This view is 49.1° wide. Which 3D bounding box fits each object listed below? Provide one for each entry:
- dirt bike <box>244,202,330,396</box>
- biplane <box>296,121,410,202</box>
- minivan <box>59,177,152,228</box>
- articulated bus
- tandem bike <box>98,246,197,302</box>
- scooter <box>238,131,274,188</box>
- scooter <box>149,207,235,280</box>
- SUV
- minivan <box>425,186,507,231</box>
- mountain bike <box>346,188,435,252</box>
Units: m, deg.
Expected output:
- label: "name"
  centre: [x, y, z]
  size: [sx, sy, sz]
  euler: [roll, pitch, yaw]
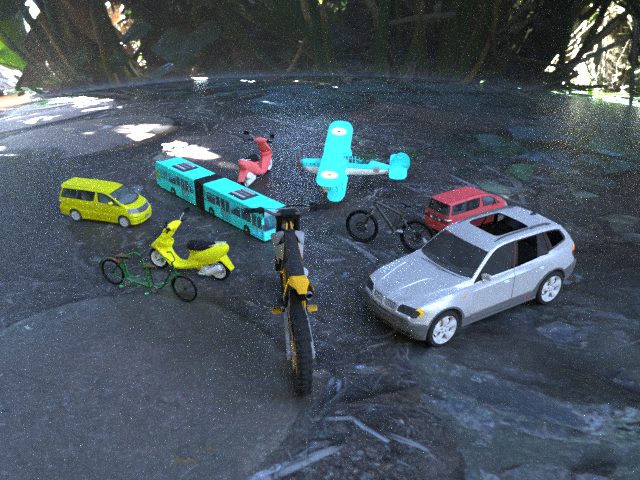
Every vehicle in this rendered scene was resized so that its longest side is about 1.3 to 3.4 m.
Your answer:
- label: "dirt bike"
  centre: [-0.350, 0.475, 8.392]
  size: [1.024, 1.666, 2.903]
  euler: [-3, 26, -7]
- label: "biplane"
  centre: [0.596, -1.362, 13.000]
  size: [2.120, 0.981, 2.598]
  euler: [3, 26, 6]
- label: "minivan"
  centre: [-3.664, -0.661, 11.964]
  size: [1.548, 0.616, 0.681]
  euler: [8, 27, 15]
- label: "articulated bus"
  centre: [-1.814, -0.788, 12.290]
  size: [0.605, 0.561, 3.401]
  euler: [-21, 33, -37]
- label: "tandem bike"
  centre: [-2.397, 0.424, 9.632]
  size: [1.642, 0.682, 0.283]
  euler: [11, 28, 21]
- label: "scooter"
  centre: [-1.234, -1.590, 13.543]
  size: [0.662, 0.919, 1.399]
  euler: [9, 27, 19]
- label: "scooter"
  centre: [-1.883, 0.083, 10.069]
  size: [1.399, 0.919, 0.662]
  euler: [10, 27, 19]
- label: "SUV"
  centre: [2.032, 0.352, 9.268]
  size: [3.058, 1.128, 1.276]
  euler: [-15, 30, -29]
- label: "minivan"
  centre: [2.487, -0.548, 11.729]
  size: [1.548, 0.616, 0.681]
  euler: [-17, 31, -31]
- label: "mountain bike"
  centre: [1.080, -0.276, 10.873]
  size: [1.469, 0.868, 0.573]
  euler: [11, 28, 22]
